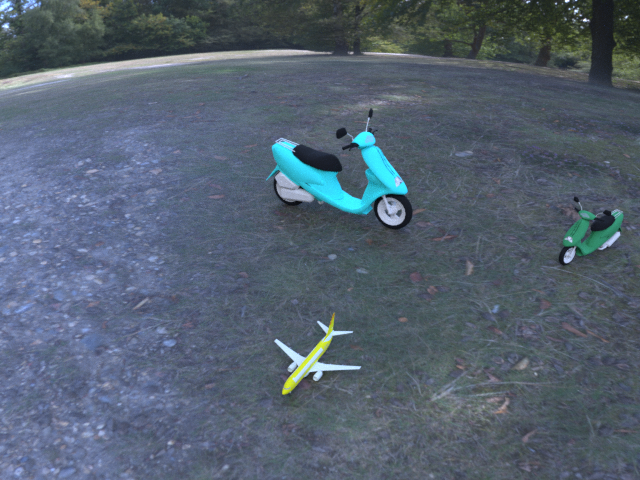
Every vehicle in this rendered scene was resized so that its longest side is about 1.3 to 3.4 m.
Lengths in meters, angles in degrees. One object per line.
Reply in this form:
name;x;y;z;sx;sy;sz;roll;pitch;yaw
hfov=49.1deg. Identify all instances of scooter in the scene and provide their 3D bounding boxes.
scooter;4.151;-0.174;10.620;1.399;0.919;0.662;-17;33;-29
scooter;0.294;-1.211;11.642;2.721;1.786;1.288;14;31;24

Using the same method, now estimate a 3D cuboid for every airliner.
airliner;-0.110;1.348;8.288;1.161;0.429;1.307;14;31;24
